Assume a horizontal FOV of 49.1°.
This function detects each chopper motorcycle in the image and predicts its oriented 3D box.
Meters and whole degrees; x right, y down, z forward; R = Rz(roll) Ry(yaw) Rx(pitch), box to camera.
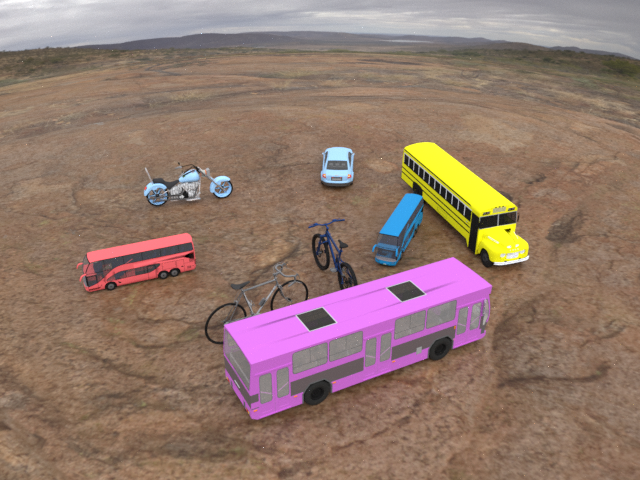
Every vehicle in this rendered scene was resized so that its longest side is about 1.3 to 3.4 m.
[{"bbox_3d":[-2.328,-1.014,12.377,1.563,0.761,0.466,-10,31,-17],"label":"chopper motorcycle"}]

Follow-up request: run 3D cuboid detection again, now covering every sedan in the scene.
[{"bbox_3d":[0.347,-1.495,13.511,0.635,0.483,1.613,1,29,3],"label":"sedan"}]

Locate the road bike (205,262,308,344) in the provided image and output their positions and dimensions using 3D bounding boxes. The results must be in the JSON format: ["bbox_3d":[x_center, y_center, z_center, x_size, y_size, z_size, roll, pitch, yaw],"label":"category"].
[{"bbox_3d":[-0.797,0.818,9.038,1.545,0.852,0.358,-19,34,-29],"label":"road bike"}]

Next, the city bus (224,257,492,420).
[{"bbox_3d":[0.511,1.141,8.421,3.255,0.894,0.926,-15,33,-24],"label":"city bus"}]

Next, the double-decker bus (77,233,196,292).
[{"bbox_3d":[-2.661,0.332,10.214,1.672,0.541,0.389,-12,32,-20],"label":"double-decker bus"}]

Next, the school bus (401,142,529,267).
[{"bbox_3d":[2.352,-0.657,11.659,0.709,0.844,3.322,-10,31,-16],"label":"school bus"}]

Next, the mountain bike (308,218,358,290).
[{"bbox_3d":[0.201,0.245,10.036,0.573,0.868,1.469,-13,32,-21],"label":"mountain bike"}]

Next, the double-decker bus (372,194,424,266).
[{"bbox_3d":[1.270,-0.166,11.098,0.389,0.541,1.672,11,31,19],"label":"double-decker bus"}]
